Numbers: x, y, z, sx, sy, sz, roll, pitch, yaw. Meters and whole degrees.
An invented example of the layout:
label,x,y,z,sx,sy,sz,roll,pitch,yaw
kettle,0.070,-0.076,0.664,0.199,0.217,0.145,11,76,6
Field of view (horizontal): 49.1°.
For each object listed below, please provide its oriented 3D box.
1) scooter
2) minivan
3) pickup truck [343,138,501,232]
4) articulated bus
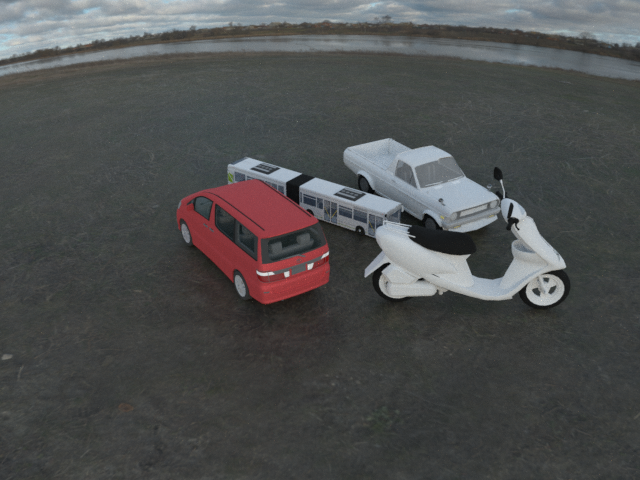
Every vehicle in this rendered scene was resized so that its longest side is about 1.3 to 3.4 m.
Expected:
label,x,y,z,sx,sy,sz,roll,pitch,yaw
scooter,1.959,0.094,9.113,2.721,1.786,1.288,2,29,5
minivan,-1.090,-0.199,10.260,1.324,1.197,3.011,-18,33,-29
pickup truck,1.668,-1.082,12.083,1.244,0.993,3.117,-16,33,-27
articulated bus,-0.169,-0.746,11.919,3.401,0.561,0.605,19,34,31
